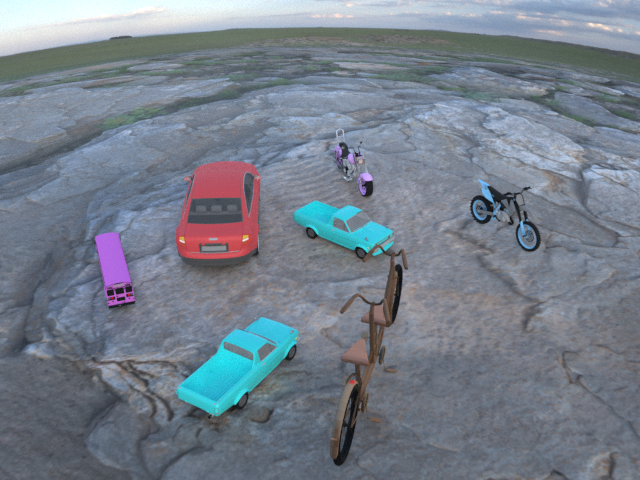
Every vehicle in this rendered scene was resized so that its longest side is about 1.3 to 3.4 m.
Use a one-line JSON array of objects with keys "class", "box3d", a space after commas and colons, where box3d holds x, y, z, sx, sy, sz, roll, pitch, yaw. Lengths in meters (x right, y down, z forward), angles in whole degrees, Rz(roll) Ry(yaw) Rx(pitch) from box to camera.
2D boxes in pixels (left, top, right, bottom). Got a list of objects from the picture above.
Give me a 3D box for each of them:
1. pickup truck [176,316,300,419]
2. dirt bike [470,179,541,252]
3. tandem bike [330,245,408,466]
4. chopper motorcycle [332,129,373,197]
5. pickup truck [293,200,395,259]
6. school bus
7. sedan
[{"class": "pickup truck", "box3d": [-0.877, 1.350, 7.844, 0.640, 0.511, 1.603, 17, 34, 27]}, {"class": "dirt bike", "box3d": [2.826, -0.436, 10.649, 0.527, 0.857, 1.493, -16, 33, -26]}, {"class": "tandem bike", "box3d": [0.574, 1.019, 7.601, 0.550, 1.326, 3.192, 8, 31, 15]}, {"class": "chopper motorcycle", "box3d": [0.589, -1.381, 12.418, 0.466, 0.761, 1.563, -10, 31, -17]}, {"class": "pickup truck", "box3d": [0.347, -0.234, 10.644, 1.603, 0.511, 0.640, 22, 36, 34]}, {"class": "school bus", "box3d": [-2.862, 0.351, 9.688, 0.365, 0.434, 1.708, -11, 31, -18]}, {"class": "sedan", "box3d": [-1.532, -0.625, 10.899, 1.235, 0.940, 3.137, -2, 30, -3]}]
